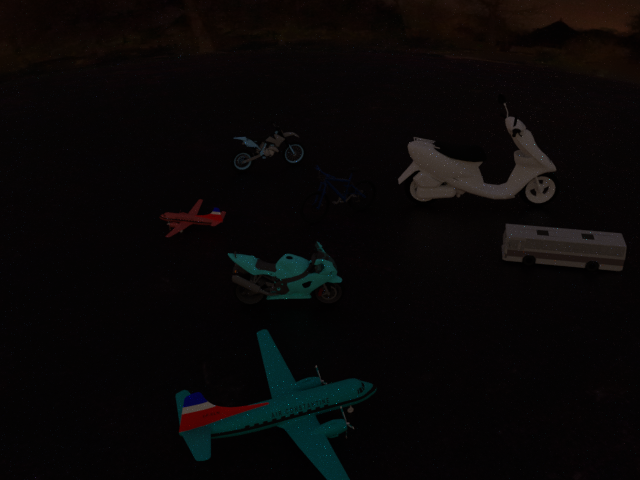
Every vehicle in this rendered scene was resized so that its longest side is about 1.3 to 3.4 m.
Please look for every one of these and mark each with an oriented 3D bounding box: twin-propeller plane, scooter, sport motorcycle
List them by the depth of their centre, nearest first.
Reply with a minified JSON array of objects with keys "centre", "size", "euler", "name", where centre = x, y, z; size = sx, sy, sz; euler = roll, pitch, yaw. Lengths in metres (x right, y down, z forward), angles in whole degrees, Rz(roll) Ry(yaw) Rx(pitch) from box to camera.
[{"centre":[-0.379,1.649,7.125],"size":[2.129,0.792,2.663],"euler":[-11,31,-19],"name":"twin-propeller plane"},{"centre":[-0.428,0.495,9.196],"size":[1.520,0.821,0.506],"euler":[0,29,0],"name":"sport motorcycle"},{"centre":[-2.077,-0.380,11.222],"size":[1.095,0.407,1.370],"euler":[7,29,12],"name":"twin-propeller plane"},{"centre":[2.693,-1.385,11.619],"size":[2.721,1.786,1.288],"euler":[1,29,2],"name":"scooter"}]

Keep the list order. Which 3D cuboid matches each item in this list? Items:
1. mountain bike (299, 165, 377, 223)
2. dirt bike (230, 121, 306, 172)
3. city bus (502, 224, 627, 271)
[{"centre":[0.311,-0.781,11.474],"size":[1.469,0.868,0.573],"euler":[-15,32,-26],"name":"mountain bike"},{"centre":[-0.982,-1.752,13.253],"size":[1.493,0.857,0.527],"euler":[-10,30,-18],"name":"dirt bike"},{"centre":[3.543,0.123,10.250],"size":[1.674,0.460,0.476],"euler":[5,29,9],"name":"city bus"}]
